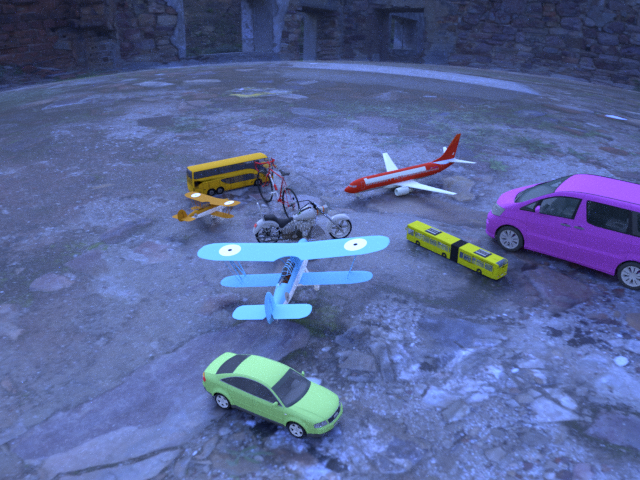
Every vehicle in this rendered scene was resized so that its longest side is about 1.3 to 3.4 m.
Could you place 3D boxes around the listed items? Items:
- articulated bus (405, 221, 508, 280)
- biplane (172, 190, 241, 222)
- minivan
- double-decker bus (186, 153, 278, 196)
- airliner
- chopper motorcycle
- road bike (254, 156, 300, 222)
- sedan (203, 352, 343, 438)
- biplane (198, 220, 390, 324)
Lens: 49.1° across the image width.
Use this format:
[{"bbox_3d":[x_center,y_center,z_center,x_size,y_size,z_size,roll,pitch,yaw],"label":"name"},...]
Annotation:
[{"bbox_3d":[2.018,0.131,10.531,0.311,0.289,1.749,-23,35,-36],"label":"articulated bus"},{"bbox_3d":[-1.897,-0.499,11.497,1.336,0.504,1.090,24,36,37],"label":"biplane"},{"bbox_3d":[3.992,-0.282,10.342,3.011,1.197,1.324,20,34,33],"label":"minivan"},{"bbox_3d":[-1.605,-1.207,12.805,1.672,0.541,0.389,-15,31,-26],"label":"double-decker bus"},{"bbox_3d":[1.554,-1.356,12.773,2.541,0.835,2.257,-14,31,-24],"label":"airliner"},{"bbox_3d":[-0.264,-0.302,10.847,1.563,0.761,0.466,-7,29,-13],"label":"chopper motorcycle"},{"bbox_3d":[-0.721,-0.870,11.830,0.358,0.852,1.545,-16,31,-27],"label":"road bike"},{"bbox_3d":[-0.519,1.602,7.525,1.613,0.483,0.635,14,31,25],"label":"sedan"},{"bbox_3d":[-0.448,0.487,9.110,2.598,0.981,2.120,5,28,10],"label":"biplane"}]
